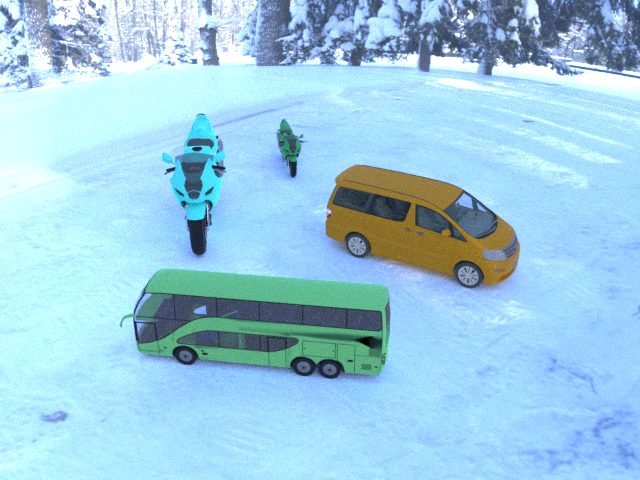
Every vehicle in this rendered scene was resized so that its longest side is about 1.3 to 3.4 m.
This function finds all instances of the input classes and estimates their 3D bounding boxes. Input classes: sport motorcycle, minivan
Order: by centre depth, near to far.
[{"bbox_3d":[1.591,-0.276,10.854,3.011,1.197,1.324,15,31,26],"label":"minivan"},{"bbox_3d":[-2.020,-1.004,11.810,0.983,1.596,2.955,-2,28,-5],"label":"sport motorcycle"},{"bbox_3d":[-0.639,-1.892,14.332,0.506,0.821,1.520,-5,28,-9],"label":"sport motorcycle"}]

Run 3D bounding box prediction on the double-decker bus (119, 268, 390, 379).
[{"bbox_3d":[-0.770,0.995,8.594,3.251,1.052,0.756,4,28,8],"label":"double-decker bus"}]
